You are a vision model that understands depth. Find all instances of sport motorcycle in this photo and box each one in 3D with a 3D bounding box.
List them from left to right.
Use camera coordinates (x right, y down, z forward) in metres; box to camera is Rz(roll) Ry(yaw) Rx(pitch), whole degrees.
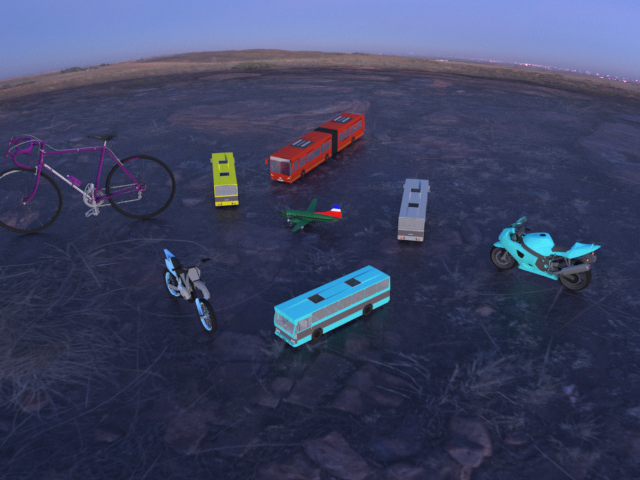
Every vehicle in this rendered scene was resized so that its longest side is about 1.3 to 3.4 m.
[{"bbox_3d":[3.189,0.210,10.059,1.520,0.821,0.506,17,32,30],"label":"sport motorcycle"}]

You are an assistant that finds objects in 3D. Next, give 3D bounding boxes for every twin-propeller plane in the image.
[{"bbox_3d":[-0.162,-0.454,11.818,1.095,0.407,1.370,7,28,13],"label":"twin-propeller plane"}]

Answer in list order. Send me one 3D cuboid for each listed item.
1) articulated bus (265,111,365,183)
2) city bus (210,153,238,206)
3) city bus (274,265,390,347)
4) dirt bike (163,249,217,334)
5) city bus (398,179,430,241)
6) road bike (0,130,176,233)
[{"bbox_3d":[0.010,-2.004,14.691,0.605,0.561,3.401,14,30,25],"label":"articulated bus"},{"bbox_3d":[-1.784,-1.133,13.093,0.476,0.460,1.674,-4,27,-8],"label":"city bus"},{"bbox_3d":[0.187,0.860,9.180,1.674,0.460,0.476,-21,34,-35],"label":"city bus"},{"bbox_3d":[-1.738,0.612,9.230,0.527,0.857,1.493,-18,32,-31],"label":"dirt bike"},{"bbox_3d":[1.592,-0.510,11.870,0.476,0.460,1.674,5,27,9],"label":"city bus"},{"bbox_3d":[-3.905,-0.982,11.479,3.004,1.656,0.697,-8,28,-16],"label":"road bike"}]
